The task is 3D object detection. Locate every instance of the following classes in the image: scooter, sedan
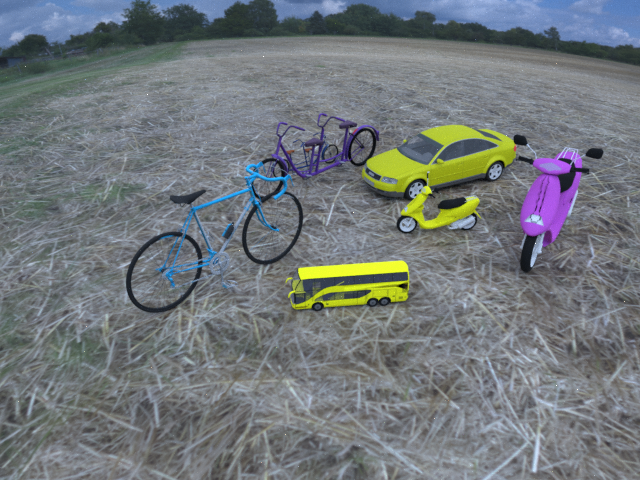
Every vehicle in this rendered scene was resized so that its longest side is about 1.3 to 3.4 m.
[{"bbox_3d":[1.937,-0.545,11.287,1.399,0.919,0.662,-3,29,-5],"label":"scooter"},{"bbox_3d":[3.595,-0.777,10.811,1.288,1.786,2.721,15,32,25],"label":"scooter"},{"bbox_3d":[2.254,-1.565,13.112,3.137,0.940,1.235,-14,32,-24],"label":"sedan"}]

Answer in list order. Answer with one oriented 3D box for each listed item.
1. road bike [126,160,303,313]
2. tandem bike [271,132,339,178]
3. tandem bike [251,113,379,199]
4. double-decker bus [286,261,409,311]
[{"bbox_3d":[-1.364,-0.087,9.697,3.004,1.656,0.697,-24,37,-37],"label":"road bike"},{"bbox_3d":[-0.277,-1.647,13.526,1.642,0.682,0.283,-21,35,-33],"label":"tandem bike"},{"bbox_3d":[-0.020,-1.699,12.954,3.192,1.326,0.550,-23,37,-36],"label":"tandem bike"},{"bbox_3d":[0.379,0.623,9.565,1.672,0.541,0.389,-4,29,-7],"label":"double-decker bus"}]
